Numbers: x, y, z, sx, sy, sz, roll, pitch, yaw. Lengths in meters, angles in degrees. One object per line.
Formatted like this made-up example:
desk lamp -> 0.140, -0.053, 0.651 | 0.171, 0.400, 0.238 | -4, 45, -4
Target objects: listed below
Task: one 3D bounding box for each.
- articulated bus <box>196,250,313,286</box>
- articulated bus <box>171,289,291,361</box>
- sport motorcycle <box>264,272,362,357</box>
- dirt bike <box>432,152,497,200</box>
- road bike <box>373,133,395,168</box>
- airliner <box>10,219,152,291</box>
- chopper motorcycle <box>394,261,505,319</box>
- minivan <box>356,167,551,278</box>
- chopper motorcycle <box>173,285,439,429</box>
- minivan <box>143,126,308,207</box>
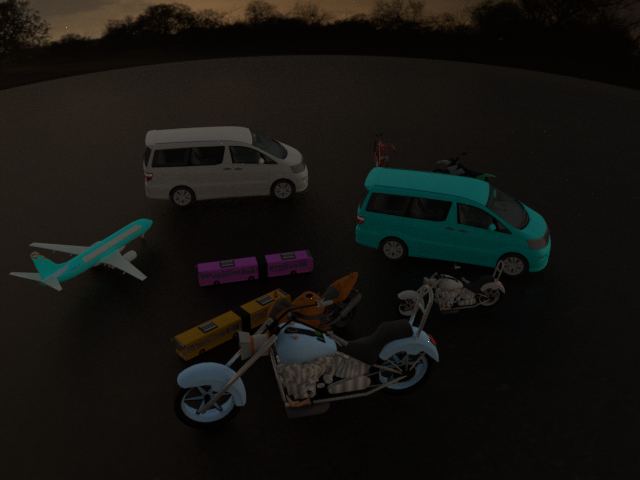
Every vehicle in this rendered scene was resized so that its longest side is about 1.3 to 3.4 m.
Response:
articulated bus -> -0.982, 0.422, 10.595 | 1.749, 0.289, 0.311 | -7, 30, -12
articulated bus -> -1.139, 1.109, 9.371 | 1.749, 0.289, 0.311 | -23, 37, -35
sport motorcycle -> -0.109, 0.965, 9.085 | 1.520, 0.821, 0.506 | -20, 35, -32
dirt bike -> 2.599, -1.088, 12.705 | 0.527, 0.857, 1.493 | -25, 38, -37
road bike -> 1.186, -1.603, 13.627 | 0.358, 0.852, 1.545 | -3, 29, -4
airliner -> -3.419, 0.028, 10.739 | 2.257, 0.835, 2.541 | 14, 32, 23
chopper motorcycle -> 1.804, 0.680, 9.654 | 1.563, 0.761, 0.466 | -5, 30, -8
minivan -> 2.104, -0.336, 11.018 | 3.011, 1.197, 1.324 | 8, 30, 13
chopper motorcycle -> -0.127, 1.303, 7.811 | 3.040, 1.480, 0.906 | -6, 30, -11
minivan -> -1.730, -1.437, 12.979 | 3.011, 1.197, 1.324 | -5, 30, -8
